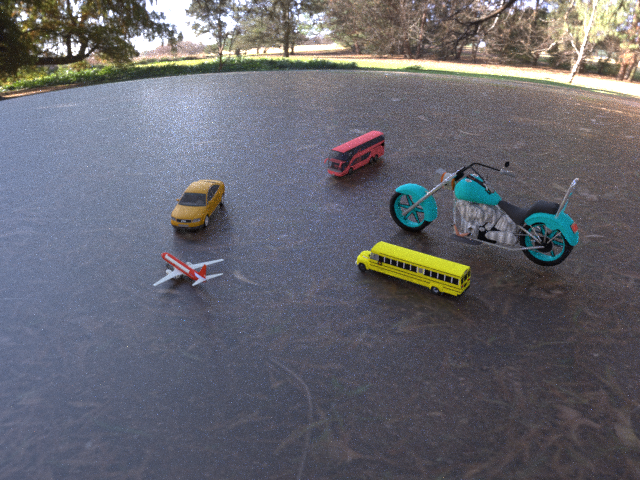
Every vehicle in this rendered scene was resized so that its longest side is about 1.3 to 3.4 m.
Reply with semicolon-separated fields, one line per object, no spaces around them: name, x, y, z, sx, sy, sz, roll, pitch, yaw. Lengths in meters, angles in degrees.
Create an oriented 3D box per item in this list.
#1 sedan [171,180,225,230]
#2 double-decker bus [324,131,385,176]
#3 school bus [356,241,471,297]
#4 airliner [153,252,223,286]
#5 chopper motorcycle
sedan;-2.104;-0.675;12.112;0.635;0.483;1.613;4;27;8
double-decker bus;0.737;-1.745;14.175;0.389;0.541;1.672;19;32;32
school bus;1.299;0.390;10.048;1.708;0.434;0.365;17;31;30
airliner;-1.981;0.329;10.174;1.161;0.429;1.307;-21;34;-36
chopper motorcycle;2.457;-0.546;10.746;3.040;1.480;0.906;18;32;31
